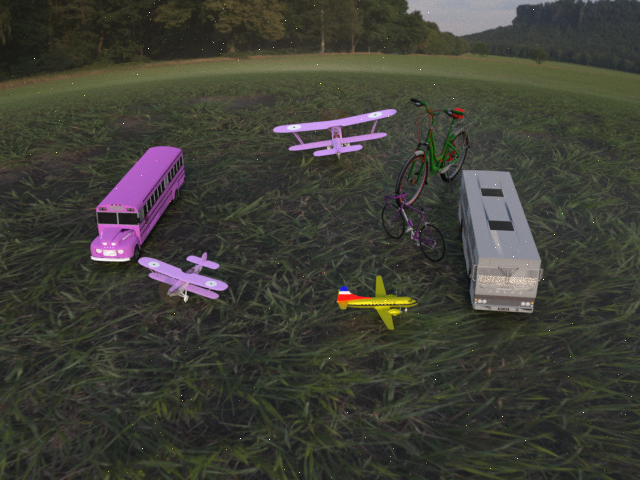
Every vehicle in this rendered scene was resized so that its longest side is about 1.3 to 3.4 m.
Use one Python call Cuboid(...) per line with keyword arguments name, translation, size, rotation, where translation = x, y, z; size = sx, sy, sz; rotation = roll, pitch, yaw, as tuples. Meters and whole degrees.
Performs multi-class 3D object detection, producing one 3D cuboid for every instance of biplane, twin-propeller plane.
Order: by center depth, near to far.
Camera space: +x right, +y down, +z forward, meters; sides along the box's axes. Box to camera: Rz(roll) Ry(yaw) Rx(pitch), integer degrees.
Cuboid(name="twin-propeller plane", translation=(0.773, 0.792, 9.387), size=(1.095, 0.407, 1.370), rotation=(-1, 26, -2))
Cuboid(name="biplane", translation=(-1.832, 0.521, 9.825), size=(1.336, 0.504, 1.090), rotation=(9, 28, 18))
Cuboid(name="biplane", translation=(0.308, -2.125, 14.624), size=(2.598, 0.981, 2.120), rotation=(0, 26, 0))

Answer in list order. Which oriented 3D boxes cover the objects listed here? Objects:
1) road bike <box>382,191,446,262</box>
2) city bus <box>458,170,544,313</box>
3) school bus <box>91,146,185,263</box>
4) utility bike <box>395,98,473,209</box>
Cuboid(name="road bike", translation=(1.452, -0.244, 10.976), size=(0.358, 0.852, 1.545), rotation=(-16, 31, -29))
Cuboid(name="city bus", translation=(2.611, -0.066, 10.568), size=(0.926, 0.894, 3.255), rotation=(3, 27, 6))
Cuboid(name="school bus", translation=(-3.021, -0.656, 11.815), size=(0.709, 0.844, 3.322), rotation=(2, 26, 4))
Cuboid(name="utility bike", translation=(2.226, -1.674, 12.749), size=(1.039, 1.839, 2.791), rotation=(18, 32, 32))
